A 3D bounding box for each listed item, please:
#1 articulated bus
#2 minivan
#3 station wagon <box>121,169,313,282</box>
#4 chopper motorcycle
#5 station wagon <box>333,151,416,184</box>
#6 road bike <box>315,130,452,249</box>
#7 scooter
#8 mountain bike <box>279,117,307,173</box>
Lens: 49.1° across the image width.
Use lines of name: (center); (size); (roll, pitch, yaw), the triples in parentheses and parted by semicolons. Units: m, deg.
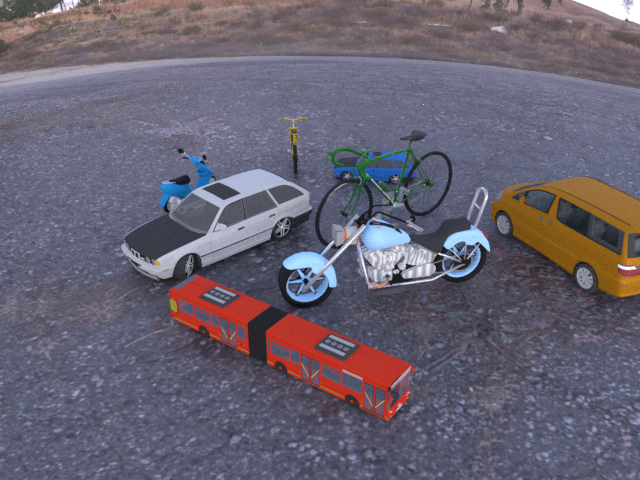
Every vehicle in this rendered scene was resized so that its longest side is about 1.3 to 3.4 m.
articulated bus: (-0.466, 1.221, 8.519); (3.401, 0.561, 0.605); (19, 34, 31)
minivan: (3.892, -0.280, 10.605); (1.324, 1.197, 3.011); (-13, 31, -22)
station wagon: (-1.583, -0.346, 11.016); (3.105, 0.920, 1.327); (-24, 37, -37)
chopper motorcycle: (0.920, 0.097, 9.620); (3.040, 1.480, 0.906); (-7, 29, -12)
station wagon: (1.053, -1.432, 13.473); (1.597, 0.473, 0.682); (4, 29, 7)
road bike: (1.111, -0.891, 11.248); (3.004, 1.656, 0.697); (-21, 35, -33)
scooter: (-2.324, -1.071, 12.345); (0.662, 0.919, 1.399); (17, 33, 29)
mountain bike: (-0.516, -1.931, 13.975); (0.573, 0.868, 1.469); (-2, 29, -4)
